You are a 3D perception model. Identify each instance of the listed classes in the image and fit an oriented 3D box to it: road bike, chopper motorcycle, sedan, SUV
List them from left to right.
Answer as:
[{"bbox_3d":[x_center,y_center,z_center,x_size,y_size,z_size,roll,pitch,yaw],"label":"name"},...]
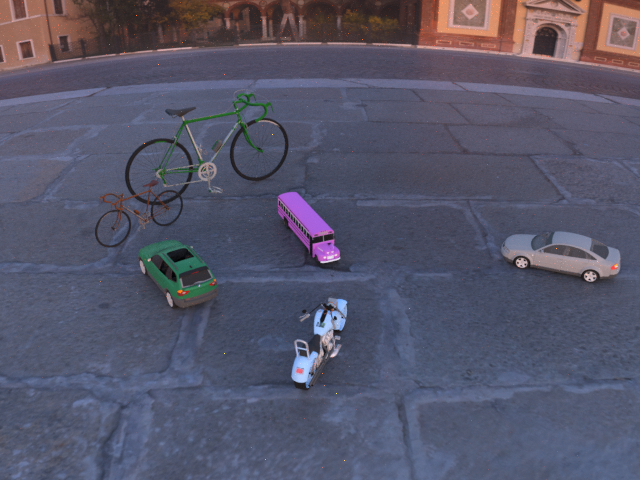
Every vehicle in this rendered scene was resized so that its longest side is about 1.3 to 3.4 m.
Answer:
[{"bbox_3d":[-2.724,-0.444,10.592,0.358,0.852,1.545,26,38,38],"label":"road bike"},{"bbox_3d":[-1.933,0.359,9.433,0.656,0.580,1.572,-18,34,-29],"label":"SUV"},{"bbox_3d":[-1.840,-1.563,11.770,3.004,1.656,0.697,-17,33,-28],"label":"road bike"},{"bbox_3d":[0.032,1.047,8.015,0.466,0.761,1.563,10,31,17],"label":"chopper motorcycle"},{"bbox_3d":[3.393,0.161,9.886,1.613,0.483,0.635,12,31,20],"label":"sedan"}]

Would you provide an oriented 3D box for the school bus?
[{"bbox_3d":[-0.180,-0.194,10.572,0.365,0.434,1.708,-12,31,-21],"label":"school bus"}]
